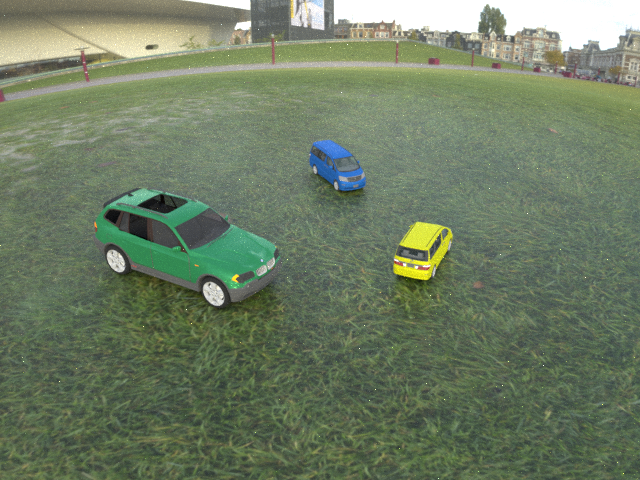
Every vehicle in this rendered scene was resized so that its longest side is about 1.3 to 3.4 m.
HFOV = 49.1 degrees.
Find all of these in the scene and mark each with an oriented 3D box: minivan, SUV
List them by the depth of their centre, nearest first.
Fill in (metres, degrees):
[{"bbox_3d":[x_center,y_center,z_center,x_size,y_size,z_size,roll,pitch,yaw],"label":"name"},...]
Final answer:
[{"bbox_3d":[-2.050,0.009,10.609,3.058,1.128,1.276,15,31,27],"label":"SUV"},{"bbox_3d":[1.656,0.070,11.051,0.681,0.616,1.548,11,29,21],"label":"minivan"},{"bbox_3d":[0.348,-1.505,14.110,0.681,0.616,1.548,-13,30,-23],"label":"minivan"}]
